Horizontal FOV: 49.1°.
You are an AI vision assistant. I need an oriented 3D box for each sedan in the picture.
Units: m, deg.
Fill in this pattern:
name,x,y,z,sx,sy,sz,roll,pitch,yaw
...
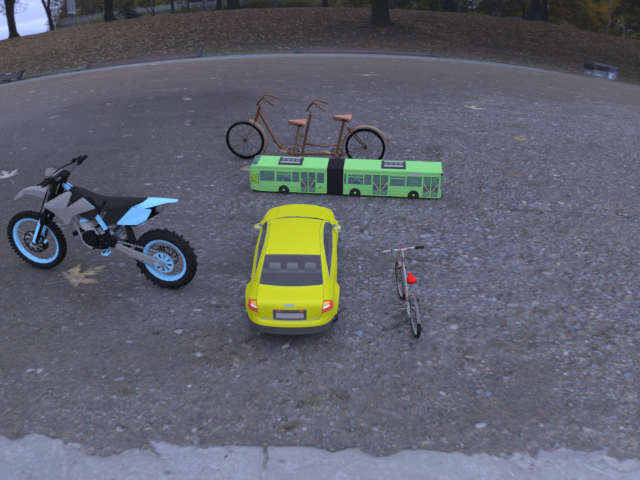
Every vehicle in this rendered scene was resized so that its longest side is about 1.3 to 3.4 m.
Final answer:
name,x,y,z,sx,sy,sz,roll,pitch,yaw
sedan,-0.329,0.172,9.652,1.235,0.940,3.137,1,29,1

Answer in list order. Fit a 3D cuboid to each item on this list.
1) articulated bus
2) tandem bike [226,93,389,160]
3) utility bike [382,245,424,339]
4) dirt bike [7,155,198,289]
name,x,y,z,sx,sy,sz,roll,pitch,yaw
articulated bus,0.476,-1.118,12.382,3.401,0.561,0.605,3,29,5
tandem bike,-0.266,-2.084,13.344,3.192,1.326,0.550,4,29,8
utility bike,1.071,0.584,8.898,0.535,0.946,1.435,-3,29,-5
dirt bike,-3.068,-0.188,9.553,2.903,1.666,1.024,7,30,13
